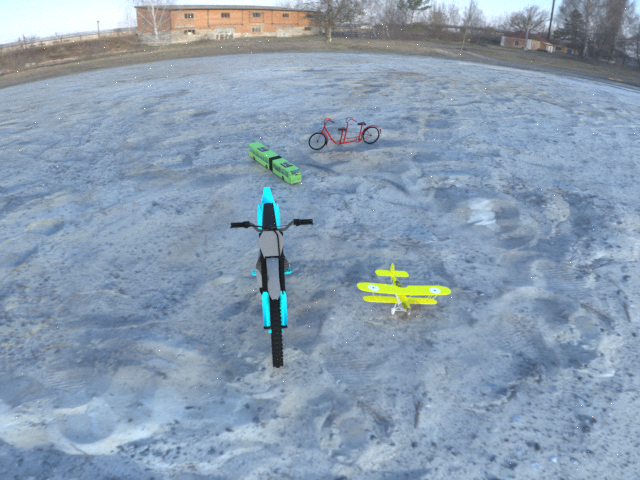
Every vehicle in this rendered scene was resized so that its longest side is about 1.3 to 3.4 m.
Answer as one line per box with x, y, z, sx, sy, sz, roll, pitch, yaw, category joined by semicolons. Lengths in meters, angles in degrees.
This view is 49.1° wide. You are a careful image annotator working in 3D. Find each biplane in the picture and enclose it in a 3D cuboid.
1.138;0.713;9.857;1.336;0.504;1.090;-4;30;-8;biplane

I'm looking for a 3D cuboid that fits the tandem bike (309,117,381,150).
0.543;-2.298;14.905;1.642;0.682;0.283;-9;31;-15;tandem bike

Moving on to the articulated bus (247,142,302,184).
-0.926;-1.559;14.015;0.311;0.289;1.749;-18;34;-28;articulated bus

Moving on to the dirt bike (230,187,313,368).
-0.632;0.318;9.378;1.024;1.666;2.903;-3;30;-5;dirt bike
